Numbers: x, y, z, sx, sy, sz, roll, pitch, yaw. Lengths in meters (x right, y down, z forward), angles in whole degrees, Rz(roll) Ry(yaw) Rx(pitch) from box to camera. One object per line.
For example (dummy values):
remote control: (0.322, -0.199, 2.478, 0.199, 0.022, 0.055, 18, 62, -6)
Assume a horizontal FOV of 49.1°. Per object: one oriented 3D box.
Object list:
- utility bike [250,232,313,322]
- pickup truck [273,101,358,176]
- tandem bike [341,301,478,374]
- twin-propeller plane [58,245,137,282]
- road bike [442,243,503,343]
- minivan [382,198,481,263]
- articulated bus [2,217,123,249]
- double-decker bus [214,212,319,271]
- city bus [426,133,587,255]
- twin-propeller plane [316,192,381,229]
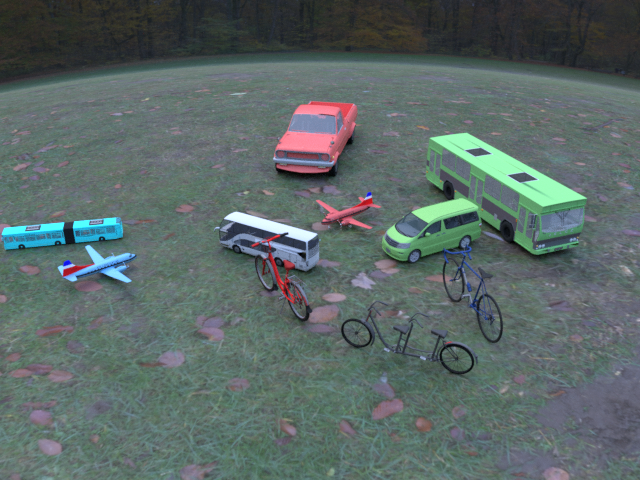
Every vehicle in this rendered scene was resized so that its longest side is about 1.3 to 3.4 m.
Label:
utility bike: (-0.540, 0.450, 8.966, 0.535, 0.946, 1.435, -16, 31, -29)
pickup truck: (-0.022, -2.217, 14.117, 1.244, 0.993, 3.117, 5, 28, 10)
tandem bike: (0.998, 1.099, 7.991, 1.642, 0.682, 0.283, 12, 29, 22)
twin-propeller plane: (-3.071, 0.326, 9.799, 1.095, 0.407, 1.370, -21, 34, -35)
road bike: (1.892, 0.619, 8.740, 0.358, 0.852, 1.545, -8, 28, -15)
minivan: (1.677, -0.159, 10.517, 1.548, 0.616, 0.681, -14, 30, -25)
articulated bus: (-3.948, -0.103, 10.765, 1.749, 0.289, 0.311, -6, 28, -11)
double-decker bus: (-0.787, 0.003, 10.283, 1.672, 0.541, 0.389, 16, 31, 28)
city bus: (2.903, -0.822, 11.503, 0.926, 0.894, 3.255, -10, 29, -19)
twin-propeller plane: (0.450, -0.479, 11.369, 1.095, 0.407, 1.370, -20, 33, -33)
